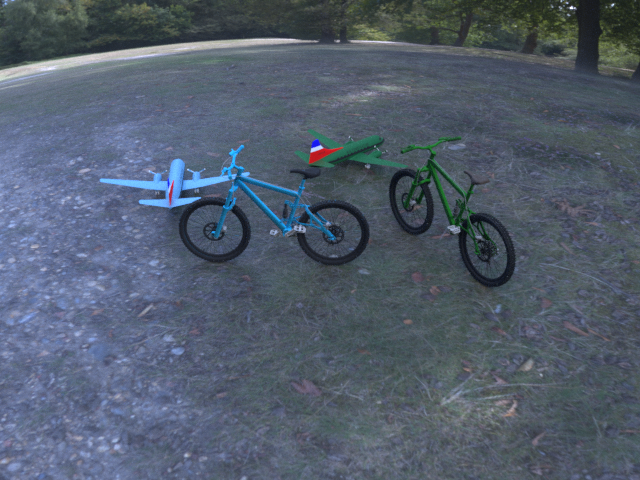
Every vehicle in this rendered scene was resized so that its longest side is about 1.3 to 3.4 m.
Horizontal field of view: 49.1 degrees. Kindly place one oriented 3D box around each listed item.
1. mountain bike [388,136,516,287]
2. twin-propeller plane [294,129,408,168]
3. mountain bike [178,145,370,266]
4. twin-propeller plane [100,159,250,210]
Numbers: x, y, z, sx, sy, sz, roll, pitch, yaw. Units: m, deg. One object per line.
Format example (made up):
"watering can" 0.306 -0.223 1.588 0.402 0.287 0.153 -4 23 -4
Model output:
"mountain bike" 1.917 -0.497 10.480 1.114 1.688 2.857 -16 34 -26
"twin-propeller plane" 0.554 -1.817 13.677 2.129 0.792 2.663 -26 39 -37
"mountain bike" -0.690 -0.388 10.289 2.857 1.688 1.114 1 30 3
"twin-propeller plane" -2.584 -1.094 12.419 2.663 0.792 2.129 -3 30 -5
